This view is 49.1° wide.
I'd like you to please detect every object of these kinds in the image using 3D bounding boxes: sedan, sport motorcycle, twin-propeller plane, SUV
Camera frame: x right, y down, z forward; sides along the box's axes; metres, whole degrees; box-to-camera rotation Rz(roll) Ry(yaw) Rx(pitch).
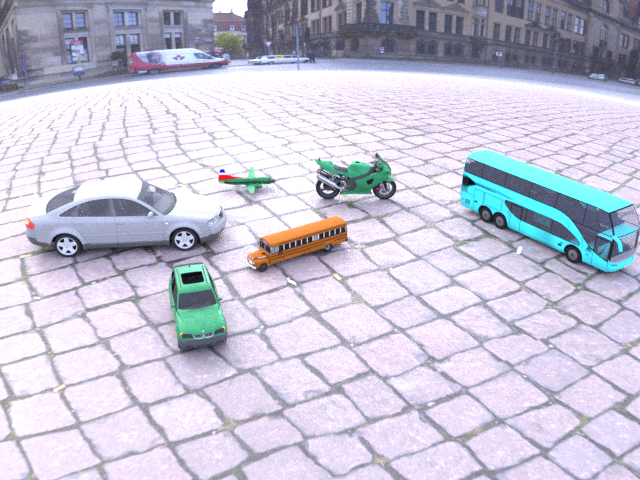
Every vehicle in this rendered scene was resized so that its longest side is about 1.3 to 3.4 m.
[{"bbox_3d":[-3.106,-0.443,11.302,3.137,0.940,1.235,-3,27,-6],"label":"sedan"},{"bbox_3d":[0.647,-1.133,12.817,1.520,0.821,0.506,1,27,1],"label":"sport motorcycle"},{"bbox_3d":[-1.397,-1.177,13.369,1.095,0.407,1.370,-2,27,-5],"label":"twin-propeller plane"},{"bbox_3d":[-1.629,0.821,9.173,0.656,0.580,1.572,-7,27,-14],"label":"SUV"}]

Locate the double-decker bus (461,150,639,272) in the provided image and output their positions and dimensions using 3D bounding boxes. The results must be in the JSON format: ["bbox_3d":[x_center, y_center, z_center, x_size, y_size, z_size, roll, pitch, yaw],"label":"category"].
[{"bbox_3d":[3.647,-0.515,11.320,0.756,1.052,3.251,-17,31,-31],"label":"double-decker bus"}]

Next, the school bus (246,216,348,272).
[{"bbox_3d":[-0.355,0.047,10.887,1.708,0.434,0.365,-17,31,-30],"label":"school bus"}]
